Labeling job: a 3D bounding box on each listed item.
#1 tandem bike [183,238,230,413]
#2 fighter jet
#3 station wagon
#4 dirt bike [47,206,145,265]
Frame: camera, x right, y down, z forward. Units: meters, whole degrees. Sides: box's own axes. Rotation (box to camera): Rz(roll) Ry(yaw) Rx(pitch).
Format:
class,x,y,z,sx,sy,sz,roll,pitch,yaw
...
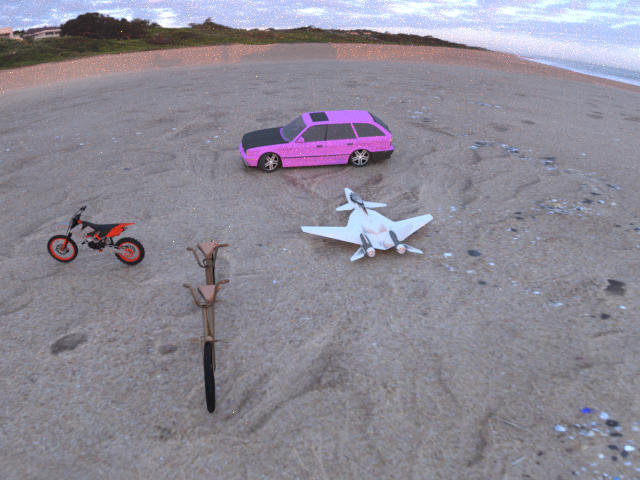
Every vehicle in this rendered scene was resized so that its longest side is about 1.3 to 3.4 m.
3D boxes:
class,x,y,z,sx,sy,sz,roll,pitch,yaw
tandem bike,-1.364,0.704,8.605,0.550,1.326,3.192,-4,28,-7
fighter jet,0.750,-0.504,11.695,2.229,0.557,2.640,-6,29,-11
station wagon,-0.094,-2.077,14.267,3.105,0.920,1.327,-4,28,-8
dirt bike,-3.378,-0.016,10.457,1.493,0.857,0.527,2,28,3
